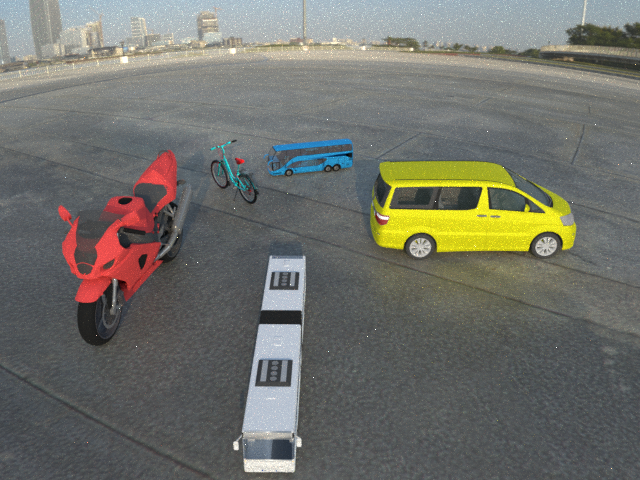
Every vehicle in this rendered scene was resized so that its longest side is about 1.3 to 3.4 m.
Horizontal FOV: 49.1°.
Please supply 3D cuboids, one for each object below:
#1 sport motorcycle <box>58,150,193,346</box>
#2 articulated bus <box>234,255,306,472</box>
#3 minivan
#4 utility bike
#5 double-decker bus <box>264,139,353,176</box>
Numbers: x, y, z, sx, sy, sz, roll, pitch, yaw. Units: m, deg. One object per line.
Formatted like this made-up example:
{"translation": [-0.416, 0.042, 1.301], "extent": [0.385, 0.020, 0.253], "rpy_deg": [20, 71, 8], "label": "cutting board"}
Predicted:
{"translation": [-2.393, 0.009, 8.968], "extent": [0.983, 1.596, 2.955], "rpy_deg": [5, 28, 9], "label": "sport motorcycle"}
{"translation": [-0.449, 1.182, 7.823], "extent": [0.605, 0.561, 3.401], "rpy_deg": [0, 27, 1], "label": "articulated bus"}
{"translation": [2.273, -0.497, 10.385], "extent": [3.011, 1.197, 1.324], "rpy_deg": [-1, 27, -1], "label": "minivan"}
{"translation": [-1.526, -1.166, 11.957], "extent": [0.535, 0.946, 1.435], "rpy_deg": [-21, 34, -35], "label": "utility bike"}
{"translation": [-0.203, -1.547, 13.137], "extent": [1.672, 0.541, 0.389], "rpy_deg": [-7, 28, -14], "label": "double-decker bus"}
